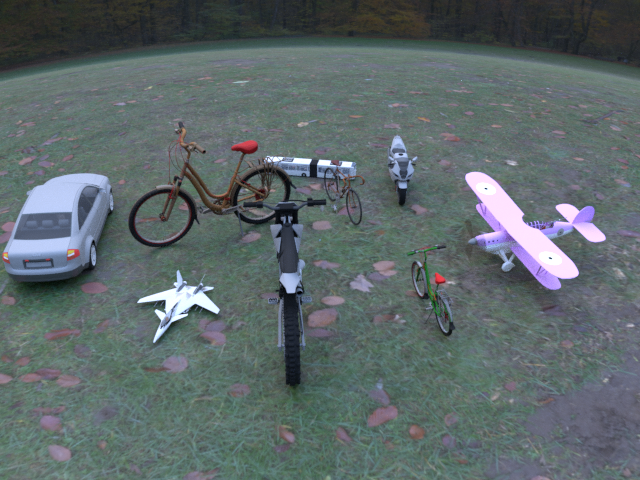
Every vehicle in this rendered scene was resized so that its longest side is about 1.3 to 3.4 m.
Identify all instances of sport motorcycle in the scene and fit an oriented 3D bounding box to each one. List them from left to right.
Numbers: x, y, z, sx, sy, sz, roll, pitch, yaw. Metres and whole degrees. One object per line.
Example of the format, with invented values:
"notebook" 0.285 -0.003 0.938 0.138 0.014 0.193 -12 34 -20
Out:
"sport motorcycle" 1.423 -1.258 12.494 0.506 0.821 1.520 0 30 1

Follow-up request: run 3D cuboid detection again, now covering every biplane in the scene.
"biplane" 3.129 -0.087 10.273 2.120 0.981 2.598 -10 31 -17

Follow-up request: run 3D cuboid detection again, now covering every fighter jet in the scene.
"fighter jet" -1.928 0.879 9.278 1.147 0.286 1.358 6 30 11

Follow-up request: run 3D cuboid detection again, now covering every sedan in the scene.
"sedan" -3.997 -0.408 10.879 1.235 0.940 3.137 -3 30 -5

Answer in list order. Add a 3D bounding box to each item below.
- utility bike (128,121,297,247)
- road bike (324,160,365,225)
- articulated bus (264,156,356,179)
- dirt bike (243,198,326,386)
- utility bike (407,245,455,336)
"utility bike" -1.572 -0.837 10.725 2.791 1.839 1.039 -15 33 -24
"road bike" 0.373 -0.863 11.769 0.358 0.852 1.545 -11 32 -19
"articulated bus" -0.199 -1.361 13.214 1.749 0.289 0.311 5 30 9
"dirt bike" -0.408 0.394 8.734 1.024 1.666 2.903 -2 30 -3
"utility bike" 1.417 0.595 9.109 0.535 0.946 1.435 -7 30 -12
